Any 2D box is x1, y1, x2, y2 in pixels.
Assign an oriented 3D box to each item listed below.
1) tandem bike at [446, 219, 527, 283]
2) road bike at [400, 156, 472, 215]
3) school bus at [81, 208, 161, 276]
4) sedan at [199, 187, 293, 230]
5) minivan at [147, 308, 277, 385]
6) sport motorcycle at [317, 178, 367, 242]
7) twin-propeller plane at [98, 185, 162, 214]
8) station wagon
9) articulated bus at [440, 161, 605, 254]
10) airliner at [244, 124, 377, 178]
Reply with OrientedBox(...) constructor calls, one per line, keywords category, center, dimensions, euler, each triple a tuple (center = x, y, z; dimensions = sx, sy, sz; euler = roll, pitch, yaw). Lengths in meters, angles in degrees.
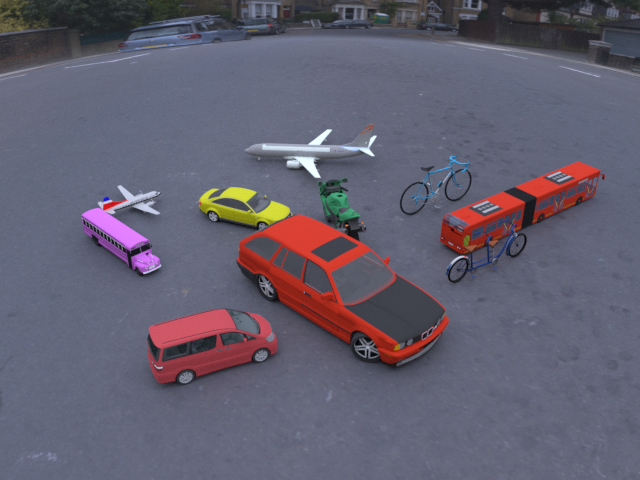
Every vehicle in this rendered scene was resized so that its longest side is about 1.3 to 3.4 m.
OrientedBox(category="tandem bike", center=(2.452, 0.139, 10.168), dimensions=(1.642, 0.682, 0.283), euler=(-19, 36, -29))
OrientedBox(category="road bike", center=(1.974, -0.925, 11.773), dimensions=(1.545, 0.852, 0.358), euler=(-17, 35, -26))
OrientedBox(category="school bus", center=(-3.021, 0.016, 10.612), dimensions=(0.365, 0.434, 1.708), euler=(-27, 40, -37))
OrientedBox(category="sedan", center=(-1.223, -0.549, 11.504), dimensions=(1.613, 0.483, 0.635), euler=(12, 33, 20))
OrientedBox(category="minivan", center=(-1.288, 1.210, 8.451), dimensions=(1.548, 0.616, 0.681), euler=(-13, 33, -21))
OrientedBox(category="sport motorcycle", center=(0.315, -0.406, 10.939), dimensions=(0.506, 0.821, 1.520), euler=(-9, 32, -15))
OrientedBox(category="twin-propeller plane", center=(-3.156, -0.682, 11.799), dimensions=(1.095, 0.407, 1.370), euler=(-24, 39, -35))
OrientedBox(category="station wagon", center=(0.240, 0.519, 9.303), dimensions=(1.327, 0.920, 3.105), euler=(-27, 40, -37))
OrientedBox(category="articulated bus", center=(3.364, -0.575, 11.471), dimensions=(3.401, 0.561, 0.605), euler=(-21, 37, -31))
OrientedBox(category="airliner", center=(-0.205, -1.860, 13.343), dimensions=(2.541, 0.835, 2.257), euler=(3, 31, 5))
